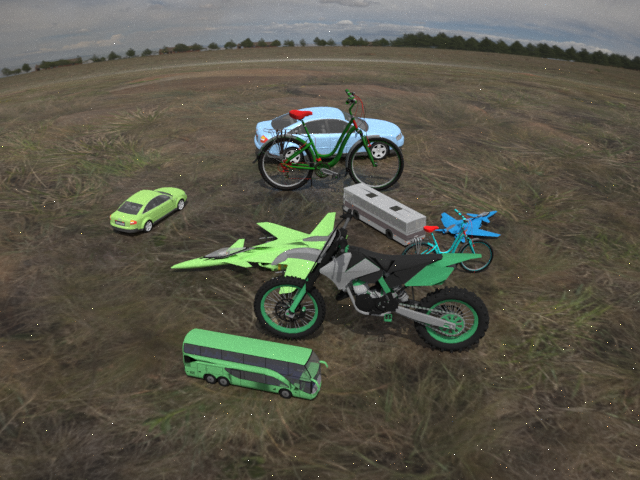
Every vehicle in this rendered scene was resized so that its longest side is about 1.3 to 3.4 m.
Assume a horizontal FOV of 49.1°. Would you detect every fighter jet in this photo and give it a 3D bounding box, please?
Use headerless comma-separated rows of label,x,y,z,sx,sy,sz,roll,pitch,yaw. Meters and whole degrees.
fighter jet,-0.916,0.122,10.519,2.640,0.557,2.229,-6,29,-11
fighter jet,2.582,-0.360,11.715,1.358,0.286,1.147,-24,36,-37

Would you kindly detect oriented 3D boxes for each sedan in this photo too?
sedan,-2.900,-0.598,11.952,0.635,0.483,1.613,13,30,22
sedan,0.205,-2.237,14.552,3.137,0.940,1.235,-5,28,-9

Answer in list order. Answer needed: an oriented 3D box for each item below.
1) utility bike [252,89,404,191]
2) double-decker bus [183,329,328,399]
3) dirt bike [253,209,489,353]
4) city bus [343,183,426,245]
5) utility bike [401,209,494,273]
utility bike,0.148,-1.795,12.761,2.791,1.839,1.039,1,28,1
double-decker bus,-0.762,1.432,8.068,1.672,0.541,0.389,8,29,14
dirt bike,0.607,0.589,8.457,2.903,1.666,1.024,3,28,6
city bus,1.044,-0.431,11.664,0.476,0.460,1.674,-18,33,-30
utility bike,1.843,0.055,10.230,1.435,0.946,0.535,-3,28,-5
